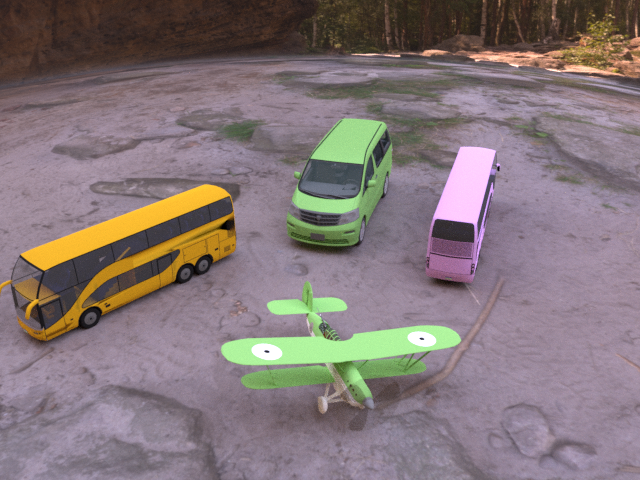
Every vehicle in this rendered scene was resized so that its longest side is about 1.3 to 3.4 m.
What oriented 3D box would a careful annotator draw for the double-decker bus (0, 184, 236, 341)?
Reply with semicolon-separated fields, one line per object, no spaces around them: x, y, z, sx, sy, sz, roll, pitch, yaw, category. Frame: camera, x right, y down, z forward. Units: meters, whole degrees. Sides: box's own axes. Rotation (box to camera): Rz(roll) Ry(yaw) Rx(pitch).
-2.514;0.238;9.261;0.756;1.052;3.251;23;36;37;double-decker bus

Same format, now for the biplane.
0.177;1.168;7.581;2.598;0.981;2.120;-9;29;-17;biplane

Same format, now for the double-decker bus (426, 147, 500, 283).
2.225;-0.514;10.681;0.756;1.052;3.251;8;29;15;double-decker bus

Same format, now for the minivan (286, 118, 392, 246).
0.385;-0.997;11.438;1.324;1.197;3.011;8;29;14;minivan
